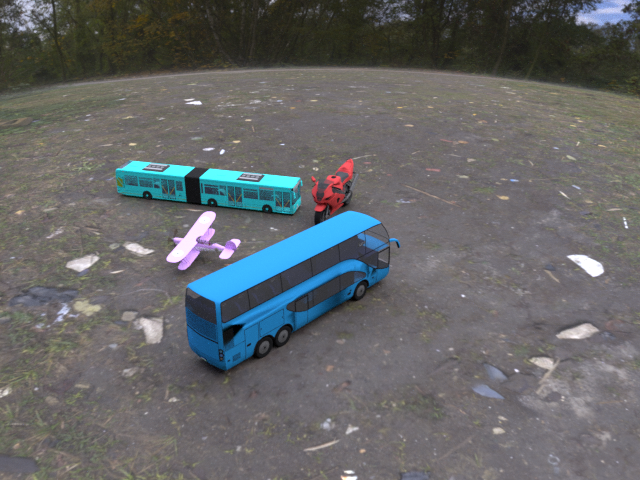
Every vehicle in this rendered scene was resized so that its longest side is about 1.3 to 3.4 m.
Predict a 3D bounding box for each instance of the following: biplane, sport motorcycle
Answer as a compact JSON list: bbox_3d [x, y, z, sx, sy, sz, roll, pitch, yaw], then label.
[{"bbox_3d":[-1.749,0.090,10.440,1.090,0.504,1.336,8,28,16],"label":"biplane"},{"bbox_3d":[0.243,-0.790,11.837,0.506,0.821,1.520,11,29,21],"label":"sport motorcycle"}]

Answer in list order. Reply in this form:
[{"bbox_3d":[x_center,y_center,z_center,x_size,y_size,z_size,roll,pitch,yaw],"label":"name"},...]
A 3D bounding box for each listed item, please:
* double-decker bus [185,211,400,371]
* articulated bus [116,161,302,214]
[{"bbox_3d":[-0.253,0.522,8.973,0.756,1.052,3.251,23,34,37],"label":"double-decker bus"},{"bbox_3d":[-1.984,-0.946,12.436,3.401,0.561,0.605,7,28,14],"label":"articulated bus"}]
